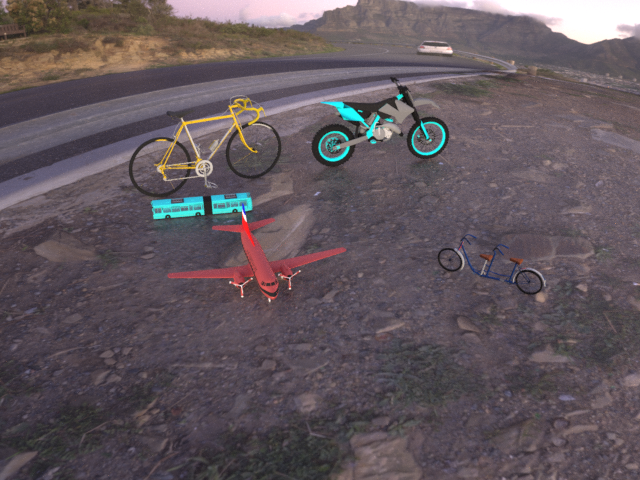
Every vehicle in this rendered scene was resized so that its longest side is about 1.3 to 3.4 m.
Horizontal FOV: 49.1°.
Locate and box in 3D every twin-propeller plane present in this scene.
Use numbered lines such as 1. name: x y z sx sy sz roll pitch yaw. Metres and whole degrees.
1. twin-propeller plane: -0.940 0.185 10.383 2.663 0.792 2.129 -8 30 -15

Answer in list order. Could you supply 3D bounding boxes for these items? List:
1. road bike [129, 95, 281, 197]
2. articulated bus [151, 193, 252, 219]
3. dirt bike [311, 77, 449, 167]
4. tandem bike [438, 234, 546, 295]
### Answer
1. road bike: -2.091 -1.743 13.038 3.004 1.656 0.697 -14 31 -24
2. articulated bus: -2.085 -0.605 12.372 1.749 0.289 0.311 -5 29 -10
3. dirt bike: 1.253 -2.340 14.132 2.903 1.666 1.024 -5 29 -10
4. tandem bike: 2.491 0.335 10.220 1.642 0.682 0.283 16 32 28
